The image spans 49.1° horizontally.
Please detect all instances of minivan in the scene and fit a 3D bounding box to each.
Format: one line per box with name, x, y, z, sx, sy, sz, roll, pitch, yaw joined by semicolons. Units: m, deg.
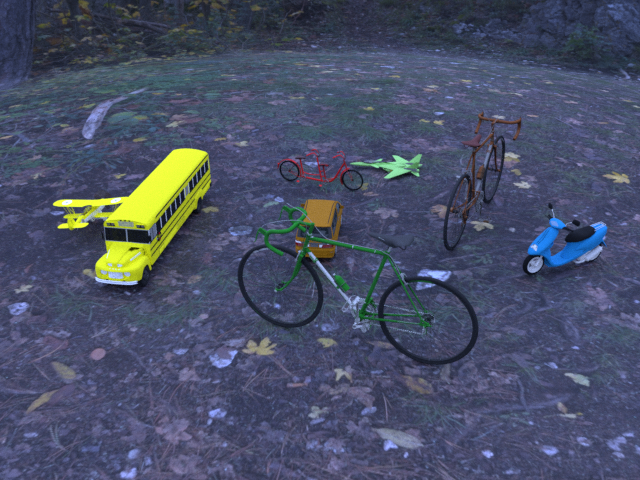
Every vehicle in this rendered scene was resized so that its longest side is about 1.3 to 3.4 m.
minivan;0.002;-0.280;10.666;0.681;0.616;1.548;3;29;6

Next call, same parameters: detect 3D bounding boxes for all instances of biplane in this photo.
biplane;-3.672;-0.412;11.027;1.336;0.504;1.090;7;29;12

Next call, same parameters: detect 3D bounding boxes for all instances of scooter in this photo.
scooter;3.489;-0.011;9.851;1.399;0.919;0.662;-10;30;-18

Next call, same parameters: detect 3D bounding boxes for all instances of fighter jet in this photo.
fighter jet;1.232;-1.461;13.193;1.358;0.286;1.147;6;29;11

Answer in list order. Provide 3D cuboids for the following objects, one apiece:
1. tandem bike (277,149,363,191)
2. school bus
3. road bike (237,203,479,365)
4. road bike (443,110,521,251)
tandem bike;-0.007;-1.281;12.447;1.642;0.682;0.283;10;30;18
school bus;-2.478;-0.422;10.688;0.709;0.844;3.322;4;29;8
road bike;0.356;0.526;8.086;3.004;1.656;0.696;12;31;20
road bike;2.478;-1.011;10.925;0.696;1.656;3.004;15;32;25
